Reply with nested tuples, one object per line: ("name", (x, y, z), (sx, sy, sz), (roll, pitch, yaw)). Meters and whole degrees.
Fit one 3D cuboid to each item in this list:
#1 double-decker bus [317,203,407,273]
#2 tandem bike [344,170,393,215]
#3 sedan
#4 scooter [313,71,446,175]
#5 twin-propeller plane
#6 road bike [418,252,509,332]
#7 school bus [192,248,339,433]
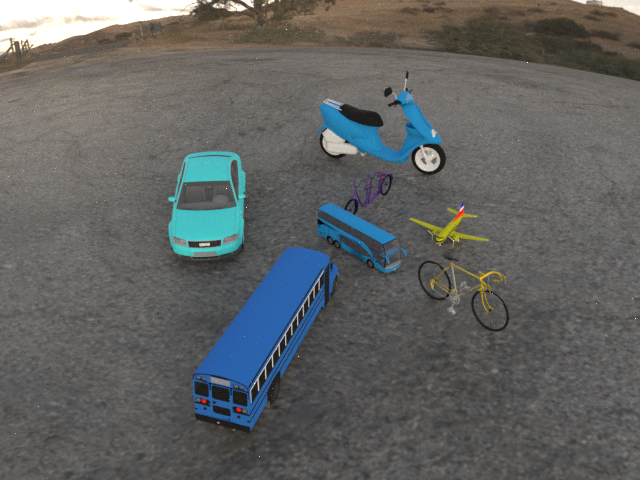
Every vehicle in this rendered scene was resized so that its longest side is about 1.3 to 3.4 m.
("double-decker bus", (0.604, -0.028, 10.887), (0.389, 0.541, 1.672), (-23, 37, -34))
("tandem bike", (0.867, -0.881, 12.210), (0.283, 0.682, 1.642), (19, 35, 29))
("sedan", (-1.853, -0.732, 11.699), (1.235, 0.940, 3.137), (-3, 30, -4))
("scooter", (1.145, -2.260, 13.481), (2.721, 1.786, 1.288), (13, 33, 21))
("twin-propeller plane", (2.126, -0.243, 11.388), (1.370, 0.407, 1.095), (17, 34, 27))
("road bike", (1.915, 0.637, 9.435), (0.358, 0.852, 1.545), (-24, 38, -35))
("school bus", (-0.528, 1.006, 8.809), (0.709, 0.844, 3.322), (10, 32, 16))
